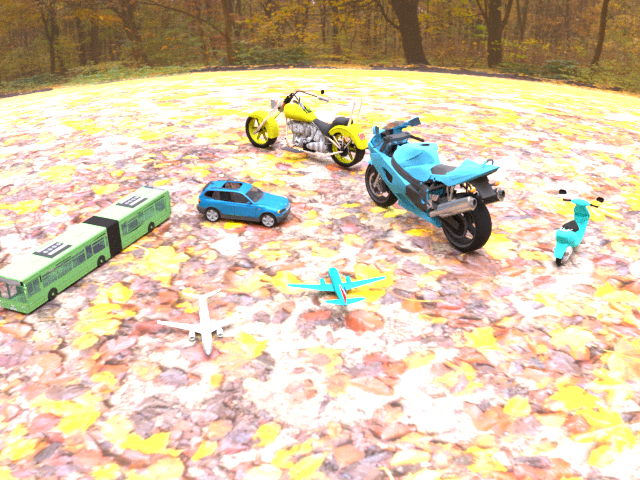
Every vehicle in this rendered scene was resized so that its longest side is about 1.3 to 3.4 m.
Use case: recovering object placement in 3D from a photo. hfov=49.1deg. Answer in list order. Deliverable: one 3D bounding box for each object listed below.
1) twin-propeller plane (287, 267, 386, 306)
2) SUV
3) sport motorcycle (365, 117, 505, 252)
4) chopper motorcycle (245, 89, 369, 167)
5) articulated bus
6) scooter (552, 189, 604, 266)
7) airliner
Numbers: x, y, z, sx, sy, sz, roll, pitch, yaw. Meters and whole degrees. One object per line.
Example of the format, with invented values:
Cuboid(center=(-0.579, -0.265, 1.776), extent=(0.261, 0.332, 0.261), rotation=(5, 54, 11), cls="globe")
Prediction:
Cuboid(center=(0.248, 0.577, 9.443), extent=(1.370, 0.407, 1.095), rotation=(-4, 27, -8), cls="twin-propeller plane")
Cuboid(center=(-1.275, -0.643, 11.709), extent=(1.572, 0.580, 0.656), rotation=(6, 27, 11), cls="SUV")
Cuboid(center=(1.667, -0.935, 11.154), extent=(0.983, 1.596, 2.955), rotation=(-17, 31, -30), cls="sport motorcycle")
Cuboid(center=(-0.338, -2.377, 14.194), extent=(3.040, 1.480, 0.906), rotation=(19, 32, 33), cls="chopper motorcycle")
Cuboid(center=(-3.360, 0.028, 10.377), extent=(0.605, 0.561, 3.401), rotation=(10, 28, 20), cls="articulated bus")
Cuboid(center=(3.797, -0.222, 10.479), extent=(0.662, 0.919, 1.399), rotation=(16, 31, 29), cls="scooter")
Cuboid(center=(-1.429, 0.949, 8.667), extent=(1.161, 0.429, 1.307), rotation=(-5, 27, -10), cls="airliner")
